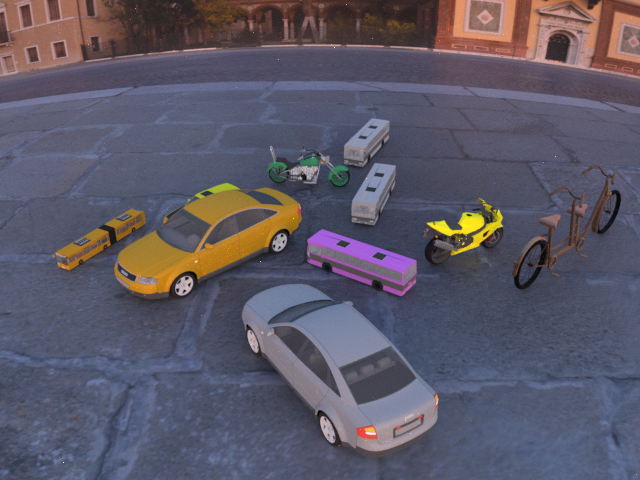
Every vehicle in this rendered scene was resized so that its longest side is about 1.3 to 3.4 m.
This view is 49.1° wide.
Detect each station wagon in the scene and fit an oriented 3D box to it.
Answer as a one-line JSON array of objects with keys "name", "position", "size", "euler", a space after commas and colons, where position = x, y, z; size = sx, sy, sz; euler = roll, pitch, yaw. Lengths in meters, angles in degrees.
[{"name": "station wagon", "position": [-1.917, -0.559, 12.011], "size": [0.682, 0.473, 1.597], "euler": [26, 39, 37]}]

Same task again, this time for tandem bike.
[{"name": "tandem bike", "position": [3.860, -0.275, 10.667], "size": [3.192, 1.326, 0.550], "euler": [-26, 39, -37]}]

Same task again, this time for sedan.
[{"name": "sedan", "position": [-1.664, -0.100, 10.751], "size": [3.137, 0.940, 1.235], "euler": [-26, 39, -37]}, {"name": "sedan", "position": [0.109, 1.294, 8.339], "size": [1.235, 0.940, 3.137], "euler": [-17, 34, -27]}]

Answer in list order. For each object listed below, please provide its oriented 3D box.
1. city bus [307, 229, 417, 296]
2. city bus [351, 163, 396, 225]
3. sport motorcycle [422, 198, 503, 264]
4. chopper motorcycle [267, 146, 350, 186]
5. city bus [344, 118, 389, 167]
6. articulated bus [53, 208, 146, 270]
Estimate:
[{"name": "city bus", "position": [0.603, 0.342, 10.466], "size": [1.674, 0.460, 0.476], "euler": [19, 35, 29]}, {"name": "city bus", "position": [0.972, -0.823, 12.480], "size": [0.476, 0.460, 1.674], "euler": [9, 31, 15]}, {"name": "sport motorcycle", "position": [2.264, -0.112, 10.889], "size": [1.520, 0.821, 0.506], "euler": [-15, 33, -24]}, {"name": "chopper motorcycle", "position": [-0.215, -1.385, 13.153], "size": [1.563, 0.761, 0.466], "euler": [2, 30, 4]}, {"name": "city bus", "position": [0.987, -2.023, 14.557], "size": [0.476, 0.460, 1.674], "euler": [12, 32, 20]}, {"name": "articulated bus", "position": [-3.507, -0.039, 11.295], "size": [0.311, 0.289, 1.749], "euler": [16, 34, 25]}]
